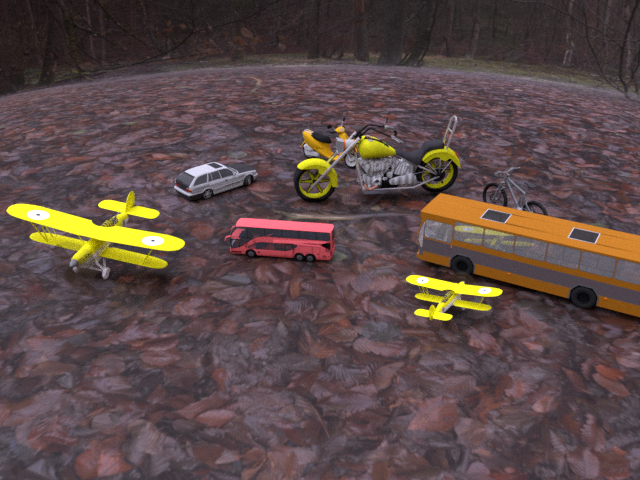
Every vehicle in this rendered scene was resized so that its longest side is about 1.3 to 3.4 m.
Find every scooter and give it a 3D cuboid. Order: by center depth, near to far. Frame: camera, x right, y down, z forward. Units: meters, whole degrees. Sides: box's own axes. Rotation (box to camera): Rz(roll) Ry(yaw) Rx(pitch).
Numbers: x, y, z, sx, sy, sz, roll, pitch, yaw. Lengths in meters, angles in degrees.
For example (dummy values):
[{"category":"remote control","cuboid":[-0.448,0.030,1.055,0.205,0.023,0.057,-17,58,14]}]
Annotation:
[{"category":"scooter","cuboid":[0.195,-1.995,14.193,1.399,0.919,0.662,16,31,29]}]

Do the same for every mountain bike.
[{"category":"mountain bike","cuboid":[3.263,-0.678,11.686,0.573,0.868,1.469,-16,31,-28]}]

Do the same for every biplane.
[{"category":"biplane","cuboid":[1.665,0.790,9.230,1.336,0.504,1.090,17,32,30]},{"category":"biplane","cuboid":[-3.149,-0.084,10.409,2.598,0.981,2.120,5,28,9]}]

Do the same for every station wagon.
[{"category":"station wagon","cuboid":[-1.923,-1.186,13.108,1.597,0.473,0.682,-22,35,-37]}]

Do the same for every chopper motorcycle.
[{"category":"chopper motorcycle","cuboid":[1.039,-1.453,12.526,3.040,1.480,0.906,-3,27,-7]}]

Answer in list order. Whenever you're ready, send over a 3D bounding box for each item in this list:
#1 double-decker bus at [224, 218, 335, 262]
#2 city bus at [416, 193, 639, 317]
[{"category":"double-decker bus","cuboid":[-0.606,-0.009,10.744,1.672,0.541,0.389,4,28,8]},{"category":"city bus","cuboid":[3.040,0.190,9.970,3.255,0.894,0.926,15,31,27]}]
